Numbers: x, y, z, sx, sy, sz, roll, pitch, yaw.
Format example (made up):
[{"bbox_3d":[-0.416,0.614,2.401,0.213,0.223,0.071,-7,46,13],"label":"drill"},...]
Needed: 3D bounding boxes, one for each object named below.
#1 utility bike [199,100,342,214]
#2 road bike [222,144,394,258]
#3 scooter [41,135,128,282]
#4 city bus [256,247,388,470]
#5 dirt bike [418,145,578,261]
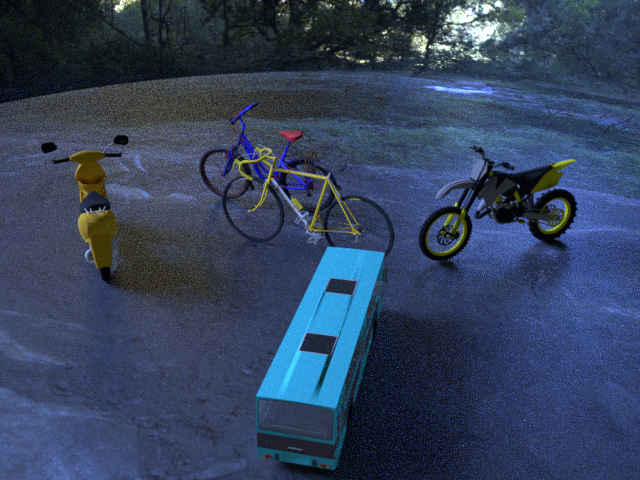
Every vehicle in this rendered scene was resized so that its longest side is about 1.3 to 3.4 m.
[{"bbox_3d":[-0.971,-1.393,12.315,2.791,1.839,1.039,10,28,18],"label":"utility bike"},{"bbox_3d":[-0.256,-0.537,10.821,3.004,1.656,0.697,12,29,23],"label":"road bike"},{"bbox_3d":[-3.491,-0.614,10.829,1.288,1.786,2.721,-9,28,-17],"label":"scooter"},{"bbox_3d":[0.125,1.223,8.174,0.926,0.894,3.255,6,27,12],"label":"city bus"},{"bbox_3d":[2.858,-0.577,10.887,2.903,1.666,1.024,-10,28,-19],"label":"dirt bike"}]
